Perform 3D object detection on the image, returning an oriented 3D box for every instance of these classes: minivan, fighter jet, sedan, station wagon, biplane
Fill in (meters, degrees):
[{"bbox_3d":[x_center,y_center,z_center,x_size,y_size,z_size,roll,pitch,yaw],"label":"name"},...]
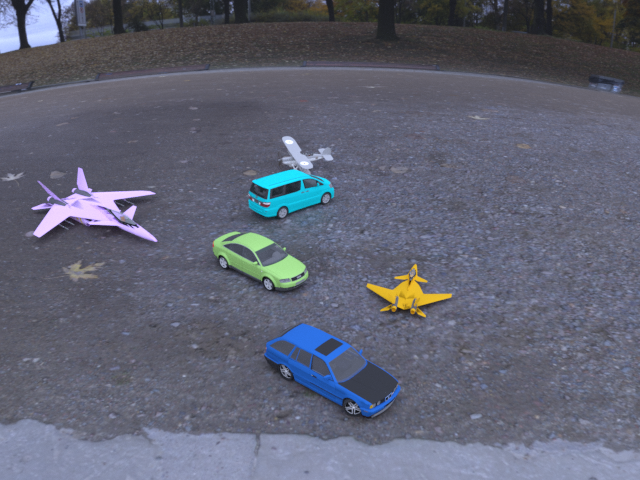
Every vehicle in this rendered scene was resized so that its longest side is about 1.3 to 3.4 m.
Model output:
[{"bbox_3d":[-0.462,-0.850,11.955,1.548,0.616,0.681,-20,33,-35],"label":"minivan"},{"bbox_3d":[1.224,0.570,9.516,1.147,0.286,1.358,6,28,12],"label":"fighter jet"},{"bbox_3d":[-0.861,0.241,9.947,1.613,0.483,0.635,22,34,37],"label":"sedan"},{"bbox_3d":[0.125,1.379,7.712,1.597,0.473,0.682,21,34,35],"label":"station wagon"},{"bbox_3d":[-3.498,-0.514,11.356,2.640,0.557,2.229,21,33,35],"label":"fighter jet"},{"bbox_3d":[-0.287,-1.580,13.518,1.090,0.504,1.336,-10,28,-19],"label":"biplane"}]
